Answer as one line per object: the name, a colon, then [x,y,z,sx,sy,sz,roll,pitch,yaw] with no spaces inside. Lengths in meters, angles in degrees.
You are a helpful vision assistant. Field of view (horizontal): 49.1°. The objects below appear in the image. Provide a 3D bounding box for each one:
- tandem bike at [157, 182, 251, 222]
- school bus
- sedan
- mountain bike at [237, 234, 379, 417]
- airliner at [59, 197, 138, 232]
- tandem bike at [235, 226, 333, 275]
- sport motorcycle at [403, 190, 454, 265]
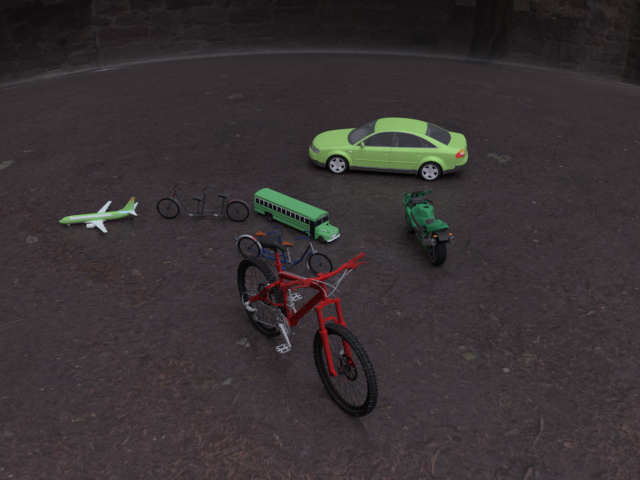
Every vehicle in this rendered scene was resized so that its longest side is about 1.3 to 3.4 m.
tandem bike: [-1.983,-0.631,11.877,1.642,0.682,0.283,3,30,5]
school bus: [-0.395,-0.414,11.743,1.708,0.434,0.365,23,37,35]
sedan: [1.339,-1.883,13.836,3.137,0.940,1.235,5,30,9]
mountain bike: [-0.252,0.831,8.256,1.114,1.688,2.857,-19,35,-30]
airliner: [-3.758,-0.476,11.859,1.307,0.429,1.161,-6,30,-10]
tandem bike: [-0.562,0.121,10.541,1.642,0.682,0.283,12,32,21]
sport motorcycle: [1.661,-0.235,11.031,0.506,0.821,1.520,-7,30,-13]
